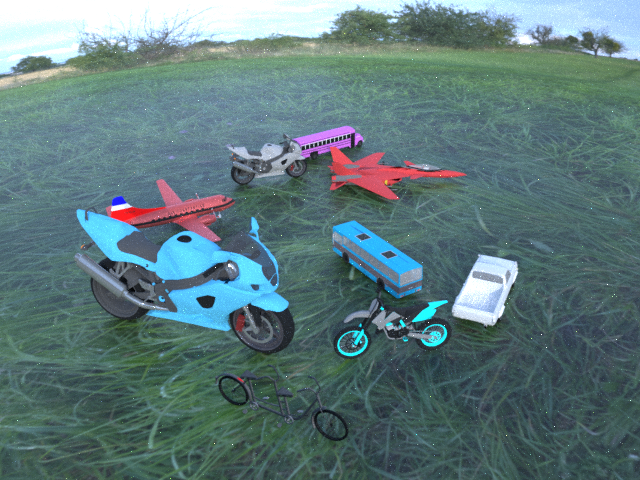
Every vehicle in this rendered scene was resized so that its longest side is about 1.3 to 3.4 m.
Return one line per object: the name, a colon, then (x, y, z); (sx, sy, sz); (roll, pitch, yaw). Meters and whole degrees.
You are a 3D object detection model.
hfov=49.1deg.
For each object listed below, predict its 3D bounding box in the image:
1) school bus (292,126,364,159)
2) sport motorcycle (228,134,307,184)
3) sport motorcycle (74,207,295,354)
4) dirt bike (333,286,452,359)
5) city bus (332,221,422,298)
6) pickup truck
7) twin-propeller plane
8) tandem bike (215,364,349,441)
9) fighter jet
school bus: (0.182, -2.038, 14.575); (1.708, 0.434, 0.365); (-19, 34, -31)
sport motorcycle: (-0.971, -1.495, 13.167); (1.520, 0.821, 0.506); (-9, 30, -16)
sport motorcycle: (-1.686, 0.494, 8.690); (2.955, 1.596, 0.983); (11, 30, 19)
dirt bike: (0.896, 1.039, 8.462); (1.493, 0.857, 0.527); (-5, 29, -9)
city bus: (0.807, 0.278, 10.279); (0.476, 0.460, 1.674); (-17, 33, -28)
pickup truck: (2.283, 0.630, 9.578); (0.640, 0.511, 1.603); (12, 31, 21)
twin-propeller plane: (-2.370, -0.536, 11.431); (2.129, 0.792, 2.663); (-16, 32, -26)
tandem bike: (-0.438, 1.674, 7.475); (1.642, 0.682, 0.283); (14, 31, 23)
fighter jet: (1.476, -1.372, 13.217); (2.640, 0.557, 2.229); (-1, 29, -2)
